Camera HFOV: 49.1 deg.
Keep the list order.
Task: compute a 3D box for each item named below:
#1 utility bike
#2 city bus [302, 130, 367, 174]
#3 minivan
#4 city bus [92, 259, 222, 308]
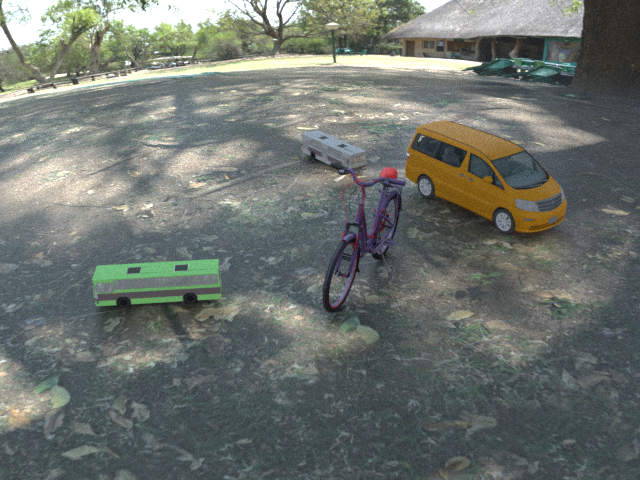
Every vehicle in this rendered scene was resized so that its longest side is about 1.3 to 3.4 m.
[{"bbox_3d":[0.753,-0.232,9.647,1.039,1.839,2.791,12,29,23],"label":"utility bike"},{"bbox_3d":[0.263,-1.777,14.238,0.476,0.460,1.674,-18,32,-32],"label":"city bus"},{"bbox_3d":[2.848,-1.144,12.166,1.324,1.197,3.011,-18,32,-32],"label":"minivan"},{"bbox_3d":[-2.195,0.596,9.536,1.674,0.460,0.476,-3,27,-6],"label":"city bus"}]
